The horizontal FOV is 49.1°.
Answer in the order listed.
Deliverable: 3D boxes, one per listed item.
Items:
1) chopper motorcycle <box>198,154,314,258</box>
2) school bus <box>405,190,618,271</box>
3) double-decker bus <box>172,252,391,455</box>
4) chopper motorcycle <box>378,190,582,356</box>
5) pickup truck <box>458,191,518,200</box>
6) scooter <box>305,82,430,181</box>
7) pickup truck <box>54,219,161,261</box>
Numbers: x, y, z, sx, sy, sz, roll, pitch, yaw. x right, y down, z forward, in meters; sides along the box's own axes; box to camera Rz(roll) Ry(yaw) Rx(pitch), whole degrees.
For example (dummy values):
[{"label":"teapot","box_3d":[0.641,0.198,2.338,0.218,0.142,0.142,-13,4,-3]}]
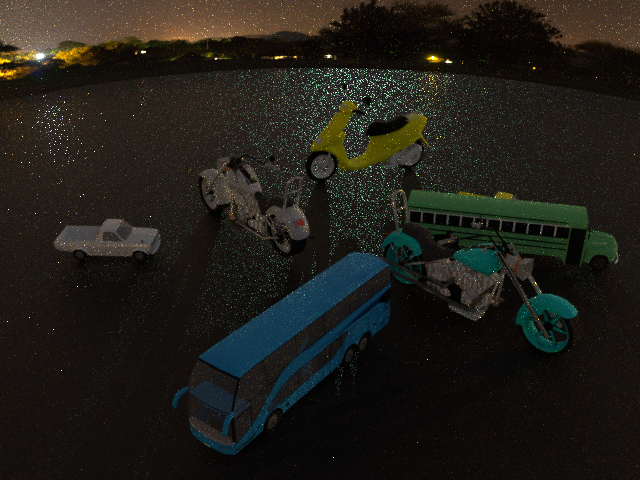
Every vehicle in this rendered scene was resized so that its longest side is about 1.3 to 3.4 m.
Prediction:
[{"label":"chopper motorcycle","box_3d":[-1.195,-0.773,11.617,0.906,1.480,3.040,-20,33,-33]},{"label":"school bus","box_3d":[3.030,-0.188,11.180,3.322,0.844,0.709,7,28,13]},{"label":"double-decker bus","box_3d":[-0.265,1.235,8.221,0.756,1.052,3.251,19,33,32]},{"label":"chopper motorcycle","box_3d":[2.069,0.390,9.380,3.040,1.480,0.906,24,36,38]},{"label":"pickup truck","box_3d":[3.087,-0.546,12.229,1.603,0.511,0.640,14,31,25]},{"label":"scooter","box_3d":[0.982,-2.142,13.916,2.721,1.786,1.288,-10,29,-18]},{"label":"pickup truck","box_3d":[-3.401,-0.033,11.244,1.603,0.511,0.640,1,28,2]}]
